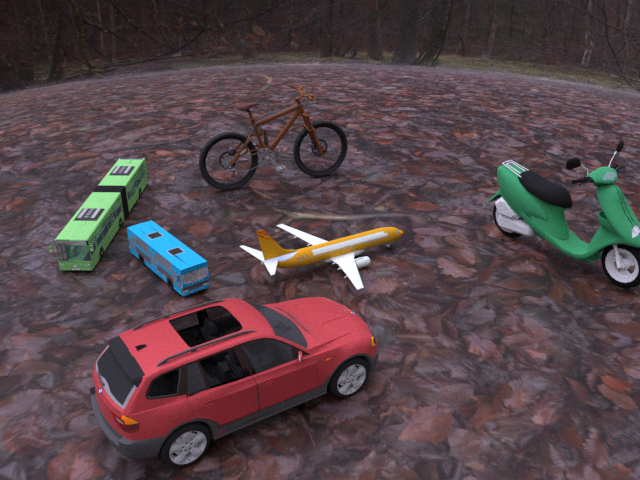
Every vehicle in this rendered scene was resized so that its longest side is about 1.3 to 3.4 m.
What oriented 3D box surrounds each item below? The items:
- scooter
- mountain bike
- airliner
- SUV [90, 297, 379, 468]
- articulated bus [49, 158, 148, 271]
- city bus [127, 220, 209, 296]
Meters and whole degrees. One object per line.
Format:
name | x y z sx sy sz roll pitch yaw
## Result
scooter | 3.546 -0.538 10.049 1.288 1.786 2.721 -19 33 -33
mountain bike | -0.805 -1.819 12.675 2.857 1.688 1.114 -10 29 -19
airliner | 0.197 -0.031 10.102 2.541 0.835 2.257 -15 31 -27
SUV | -0.819 1.223 7.314 3.058 1.128 1.276 -16 31 -29
articulated bus | -3.454 -0.521 11.367 0.605 0.561 3.401 1 27 1
city bus | -2.180 0.253 9.958 0.476 0.460 1.674 -20 33 -34
